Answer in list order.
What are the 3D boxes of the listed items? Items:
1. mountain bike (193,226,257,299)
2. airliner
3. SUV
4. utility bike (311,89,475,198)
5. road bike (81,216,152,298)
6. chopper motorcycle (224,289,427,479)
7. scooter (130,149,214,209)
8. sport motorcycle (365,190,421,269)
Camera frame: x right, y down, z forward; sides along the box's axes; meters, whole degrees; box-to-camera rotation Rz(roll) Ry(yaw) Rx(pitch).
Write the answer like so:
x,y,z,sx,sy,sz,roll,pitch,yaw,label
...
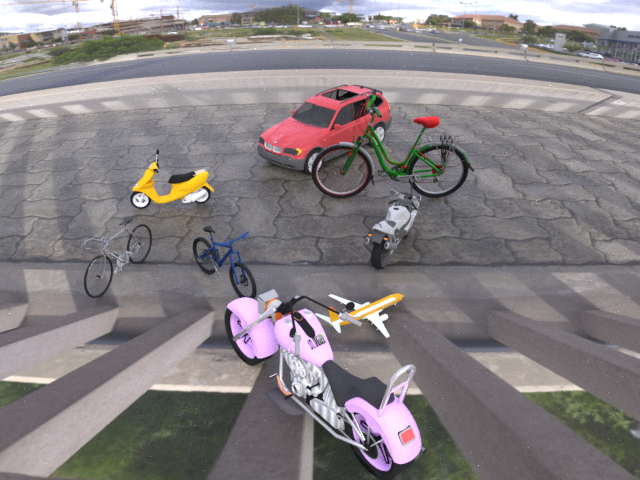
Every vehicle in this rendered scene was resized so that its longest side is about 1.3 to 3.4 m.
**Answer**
x,y,z,sx,sy,sz,roll,pitch,yaw,label
-1.338,0.258,9.576,0.573,0.868,1.469,-24,37,-35,mountain bike
0.600,0.834,8.999,1.307,0.429,1.161,-20,35,-32,airliner
0.143,-2.264,13.795,1.276,1.128,3.058,24,37,36,SUV
1.248,-1.462,11.645,2.791,1.839,1.039,-1,29,-1,utility bike
-2.803,0.166,9.757,0.358,0.852,1.545,11,31,19,road bike
-0.111,1.205,7.266,0.906,1.480,3.040,-21,36,-33,chopper motorcycle
-2.504,-0.989,11.742,1.399,0.919,0.662,-6,30,-10,scooter
1.106,-0.180,10.403,0.506,0.821,1.520,14,32,23,sport motorcycle
